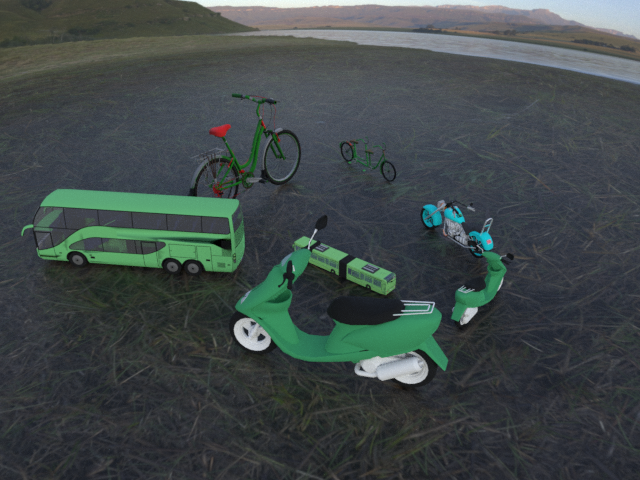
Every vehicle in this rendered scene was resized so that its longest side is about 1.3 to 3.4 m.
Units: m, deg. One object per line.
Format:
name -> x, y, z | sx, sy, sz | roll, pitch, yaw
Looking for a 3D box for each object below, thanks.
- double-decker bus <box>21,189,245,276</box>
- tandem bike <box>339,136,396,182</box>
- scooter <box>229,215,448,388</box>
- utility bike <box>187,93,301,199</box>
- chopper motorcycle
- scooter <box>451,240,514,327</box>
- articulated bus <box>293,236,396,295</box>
double-decker bus -> -2.764, -0.139, 10.505 | 3.251, 1.052, 0.756 | 4, 30, 7
tandem bike -> 0.905, -1.650, 13.491 | 0.283, 0.682, 1.642 | -21, 36, -32
scooter -> 0.159, 0.807, 8.131 | 2.721, 1.786, 1.288 | 9, 31, 16
utility bike -> -1.349, -1.560, 12.179 | 1.039, 1.839, 2.791 | 23, 37, 34
chopper motorcycle -> 2.144, -0.287, 11.052 | 0.466, 0.761, 1.563 | -17, 34, -27
scooter -> 2.181, 0.556, 9.433 | 0.662, 0.919, 1.399 | 22, 36, 33
articulated bus -> 0.334, 0.363, 10.398 | 1.749, 0.289, 0.311 | 22, 37, 33
